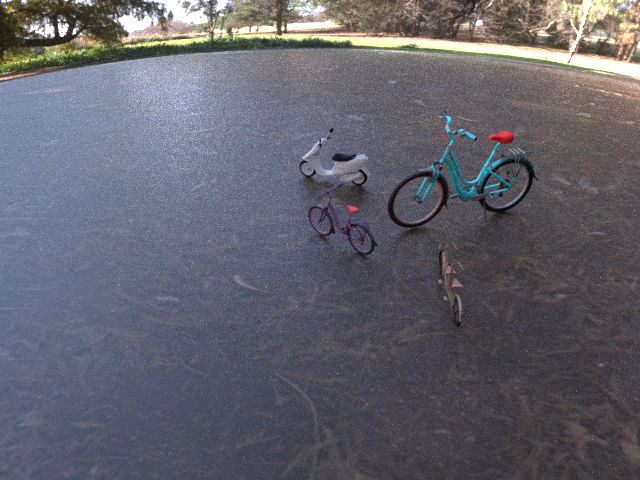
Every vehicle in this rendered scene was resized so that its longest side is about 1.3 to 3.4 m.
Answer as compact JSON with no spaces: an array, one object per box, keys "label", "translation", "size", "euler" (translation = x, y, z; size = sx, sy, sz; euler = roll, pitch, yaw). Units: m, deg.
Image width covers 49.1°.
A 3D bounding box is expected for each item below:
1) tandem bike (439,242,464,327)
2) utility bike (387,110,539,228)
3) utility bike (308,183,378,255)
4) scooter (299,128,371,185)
[{"label":"tandem bike","translation":[1.780,0.520,9.555],"size":[0.283,0.682,1.642],"euler":[0,30,-1]},{"label":"utility bike","translation":[2.422,-1.082,11.196],"size":[2.791,1.839,1.039],"euler":[-10,31,-17]},{"label":"utility bike","translation":[0.297,-0.310,10.745],"size":[1.435,0.946,0.535],"euler":[25,38,37]},{"label":"scooter","translation":[0.263,-1.505,12.867],"size":[1.399,0.919,0.662],"euler":[11,32,19]}]
